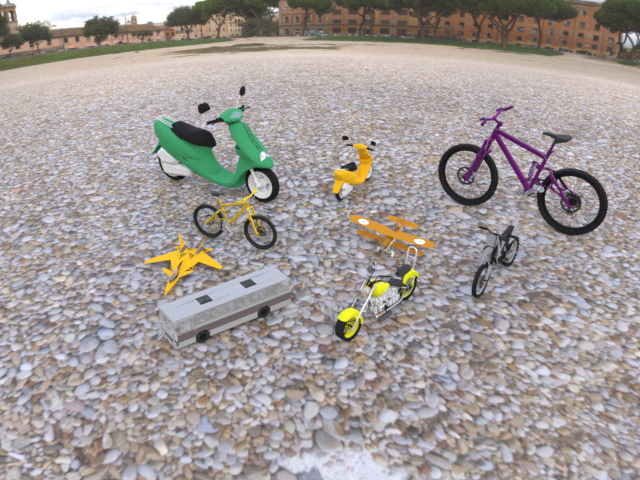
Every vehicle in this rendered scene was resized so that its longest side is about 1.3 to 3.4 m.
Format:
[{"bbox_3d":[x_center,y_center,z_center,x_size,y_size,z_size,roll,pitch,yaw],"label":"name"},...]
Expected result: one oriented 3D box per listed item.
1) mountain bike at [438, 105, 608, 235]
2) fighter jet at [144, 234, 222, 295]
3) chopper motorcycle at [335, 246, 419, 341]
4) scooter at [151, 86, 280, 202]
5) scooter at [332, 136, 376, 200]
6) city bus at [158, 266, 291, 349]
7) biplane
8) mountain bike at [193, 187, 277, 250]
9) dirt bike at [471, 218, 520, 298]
[{"bbox_3d":[3.193,-1.106,11.171,2.857,1.688,1.114,20,34,32],"label":"mountain bike"},{"bbox_3d":[-1.990,0.346,9.959,1.147,0.286,1.358,4,29,7],"label":"fighter jet"},{"bbox_3d":[0.747,0.666,8.867,0.466,0.761,1.563,23,36,36],"label":"chopper motorcycle"},{"bbox_3d":[-1.879,-1.694,12.155,2.721,1.786,1.288,15,32,26],"label":"scooter"},{"bbox_3d":[0.605,-1.302,12.342,0.662,0.919,1.399,15,32,26],"label":"scooter"},{"bbox_3d":[-1.176,0.846,8.851,1.674,0.460,0.476,-19,34,-32],"label":"city bus"},{"bbox_3d":[1.121,-0.077,10.511,1.336,0.504,1.090,12,31,22],"label":"biplane"},{"bbox_3d":[-1.311,-0.340,10.616,1.469,0.868,0.573,12,31,22],"label":"mountain bike"},{"bbox_3d":[2.461,0.188,9.650,0.527,0.857,1.493,19,34,31],"label":"dirt bike"}]
